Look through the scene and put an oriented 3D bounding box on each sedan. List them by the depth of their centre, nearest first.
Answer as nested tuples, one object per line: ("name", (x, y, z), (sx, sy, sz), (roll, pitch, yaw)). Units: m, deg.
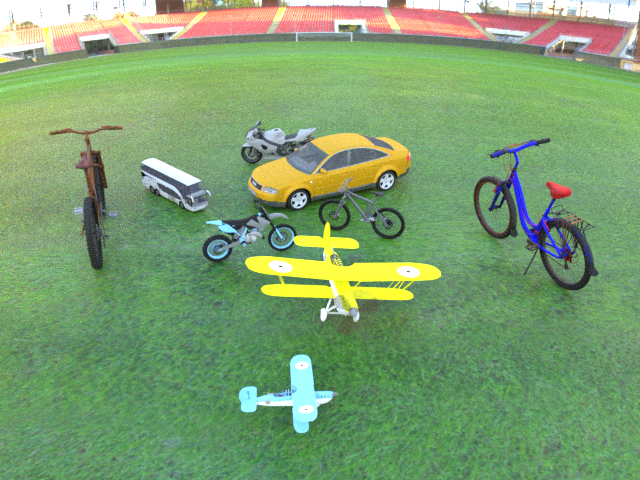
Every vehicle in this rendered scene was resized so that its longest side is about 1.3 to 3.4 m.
("sedan", (0.195, -1.372, 12.888), (3.137, 0.940, 1.235), (-14, 32, -23))

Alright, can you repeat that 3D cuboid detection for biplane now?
("biplane", (-0.345, 1.735, 7.754), (1.090, 0.504, 1.336), (-2, 29, -4))
("biplane", (0.283, 0.457, 9.559), (2.598, 0.981, 2.120), (-5, 29, -9))

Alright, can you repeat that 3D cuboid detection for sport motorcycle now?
("sport motorcycle", (-0.831, -1.905, 13.967), (1.520, 0.821, 0.506), (1, 29, 2))

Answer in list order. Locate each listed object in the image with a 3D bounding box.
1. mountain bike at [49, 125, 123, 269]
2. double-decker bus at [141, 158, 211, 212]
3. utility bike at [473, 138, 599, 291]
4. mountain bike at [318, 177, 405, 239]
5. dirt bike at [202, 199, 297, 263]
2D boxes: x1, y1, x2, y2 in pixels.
("mountain bike", (-3.586, -0.784, 11.063), (1.114, 1.688, 2.857), (-7, 30, -12))
("double-decker bus", (-2.630, -0.989, 12.609), (1.672, 0.541, 0.389), (26, 38, 38))
("utility bike", (3.053, -0.451, 10.309), (1.039, 1.839, 2.791), (-12, 31, -21))
("mountain bike", (0.670, -0.477, 11.353), (1.469, 0.868, 0.573), (10, 31, 17))
("dirt bike", (-1.077, -0.126, 10.734), (1.493, 0.857, 0.527), (-9, 30, -16))
